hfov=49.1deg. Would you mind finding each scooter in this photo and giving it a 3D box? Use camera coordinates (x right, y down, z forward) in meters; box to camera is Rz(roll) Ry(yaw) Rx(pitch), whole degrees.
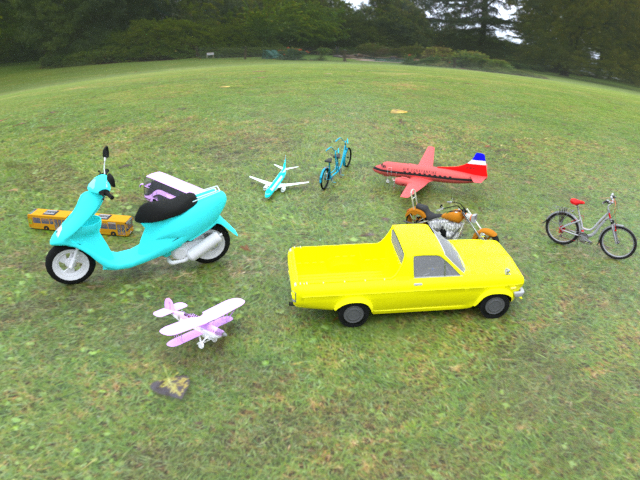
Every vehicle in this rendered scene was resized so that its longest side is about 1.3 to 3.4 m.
[{"bbox_3d":[-2.541,-0.326,9.893,2.721,1.786,1.288,-9,29,-16],"label":"scooter"}]

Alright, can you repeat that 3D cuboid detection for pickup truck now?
[{"bbox_3d":[1.114,0.387,9.378,3.117,0.993,1.244,-3,28,-5],"label":"pickup truck"}]

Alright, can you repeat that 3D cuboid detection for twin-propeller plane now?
[{"bbox_3d":[2.010,-1.326,12.902,2.129,0.792,2.663,9,29,16],"label":"twin-propeller plane"}]

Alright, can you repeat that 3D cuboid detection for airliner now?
[{"bbox_3d":[-0.805,-1.159,12.974,1.161,0.429,1.307,7,28,12],"label":"airliner"}]

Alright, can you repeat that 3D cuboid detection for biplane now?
[{"bbox_3d":[-1.543,1.008,8.711,1.090,0.504,1.336,19,33,32],"label":"biplane"}]

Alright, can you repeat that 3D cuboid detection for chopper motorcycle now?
[{"bbox_3d":[2.050,-0.291,10.940,1.563,0.761,0.466,17,32,29],"label":"chopper motorcycle"}]

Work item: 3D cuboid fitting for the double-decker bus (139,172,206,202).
[{"bbox_3d":[-2.453,-0.743,12.051,1.672,0.541,0.389,22,35,36],"label":"double-decker bus"}]

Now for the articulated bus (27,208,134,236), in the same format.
[{"bbox_3d":[-3.909,-0.290,11.450,1.749,0.289,0.311,5,28,9],"label":"articulated bus"}]

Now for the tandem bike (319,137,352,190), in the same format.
[{"bbox_3d":[0.311,-1.503,13.363,0.283,0.682,1.642,11,29,20],"label":"tandem bike"}]

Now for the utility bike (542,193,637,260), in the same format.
[{"bbox_3d":[4.155,-0.282,10.721,1.435,0.946,0.535,18,33,31],"label":"utility bike"}]
